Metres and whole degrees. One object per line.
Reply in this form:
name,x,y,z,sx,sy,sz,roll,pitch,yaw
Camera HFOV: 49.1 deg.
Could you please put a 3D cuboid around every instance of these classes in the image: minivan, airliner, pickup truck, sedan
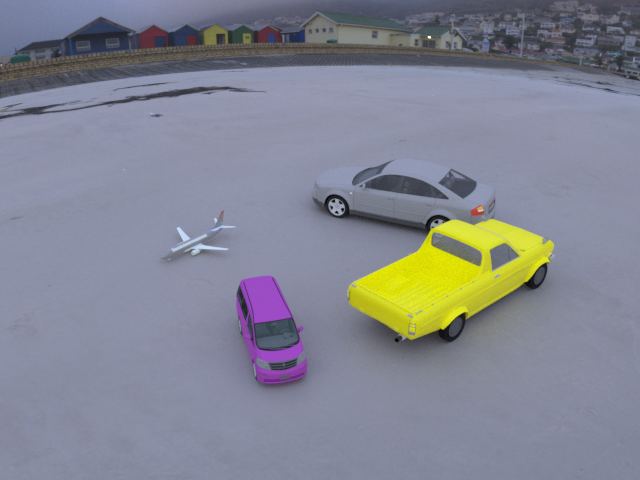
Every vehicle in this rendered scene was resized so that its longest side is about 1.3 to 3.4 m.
minivan,-0.599,1.035,8.302,0.681,0.616,1.548,-7,28,-14
airliner,-1.919,-0.062,10.680,1.161,0.429,1.307,21,34,35
pickup truck,1.813,0.371,9.197,3.117,0.993,1.244,-22,34,-37
sedan,1.348,-0.831,11.637,3.137,0.940,1.235,13,29,23
